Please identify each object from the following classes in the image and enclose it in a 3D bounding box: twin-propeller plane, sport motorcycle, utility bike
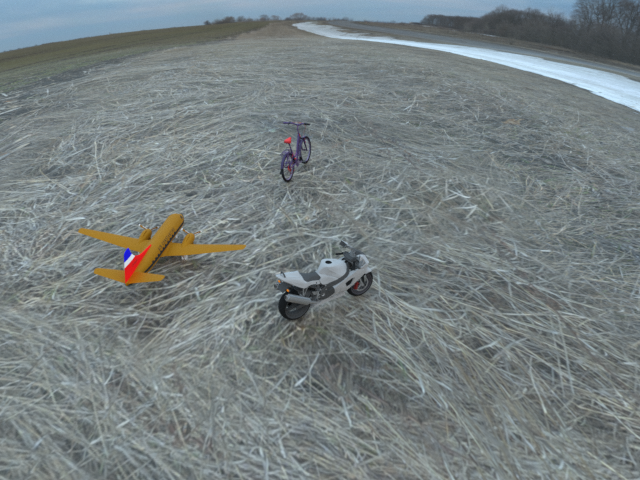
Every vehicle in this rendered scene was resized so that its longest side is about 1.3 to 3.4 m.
[{"bbox_3d":[-2.444,0.021,10.384,2.663,0.792,2.129,6,32,9],"label":"twin-propeller plane"},{"bbox_3d":[0.086,0.564,9.456,1.520,0.821,0.506,-17,35,-26],"label":"sport motorcycle"},{"bbox_3d":[-0.499,-1.709,13.095,0.535,0.946,1.435,11,33,18],"label":"utility bike"}]
